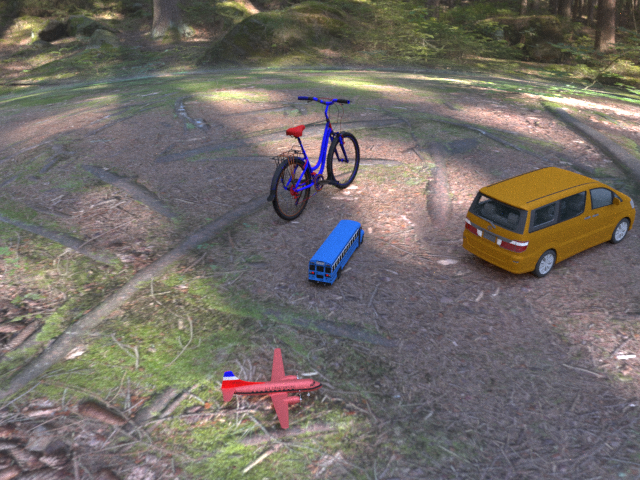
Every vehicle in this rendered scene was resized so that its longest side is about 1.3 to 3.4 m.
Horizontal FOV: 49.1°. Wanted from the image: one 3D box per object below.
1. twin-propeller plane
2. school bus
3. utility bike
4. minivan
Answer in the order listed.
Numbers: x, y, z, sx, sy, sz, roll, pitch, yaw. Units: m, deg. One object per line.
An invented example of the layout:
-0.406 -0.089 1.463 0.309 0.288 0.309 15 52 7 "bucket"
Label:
-0.515 1.547 7.542 1.095 0.407 1.370 -3 27 -6 "twin-propeller plane"
0.279 0.128 10.352 0.365 0.434 1.708 9 28 17 "school bus"
-0.131 -1.507 12.052 1.039 1.839 2.791 17 31 30 "utility bike"
3.572 -0.428 10.611 3.011 1.197 1.324 -18 32 -32 "minivan"
